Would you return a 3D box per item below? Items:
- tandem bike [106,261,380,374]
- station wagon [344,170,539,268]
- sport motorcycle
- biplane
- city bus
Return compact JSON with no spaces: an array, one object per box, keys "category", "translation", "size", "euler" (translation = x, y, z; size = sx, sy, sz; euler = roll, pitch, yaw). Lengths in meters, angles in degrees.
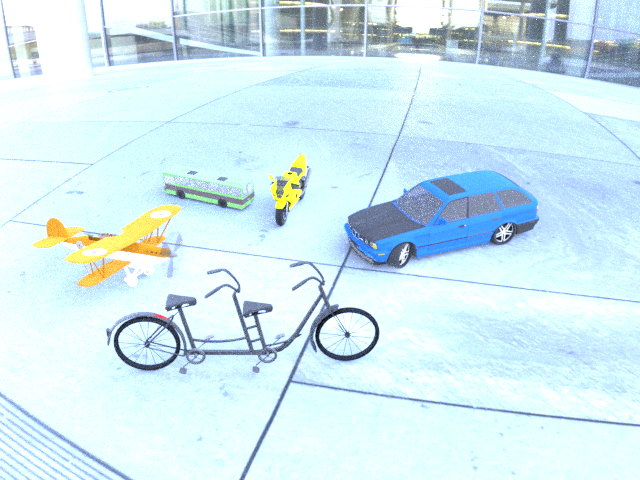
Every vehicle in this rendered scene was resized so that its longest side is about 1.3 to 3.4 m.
[{"category":"tandem bike","translation":[-0.882,0.929,8.117],"size":[3.192,1.326,0.550],"euler":[-2,29,-4]},{"category":"station wagon","translation":[1.918,-0.429,11.043],"size":[3.105,0.920,1.327],"euler":[-12,31,-20]},{"category":"sport motorcycle","translation":[-0.497,-0.870,11.959],"size":[0.506,0.821,1.520],"euler":[7,29,13]},{"category":"biplane","translation":[-2.982,0.075,10.051],"size":[2.120,0.981,2.598],"euler":[8,30,15]},{"category":"city bus","translation":[-1.991,-0.932,12.453],"size":[1.674,0.460,0.476],"euler":[13,31,22]}]
